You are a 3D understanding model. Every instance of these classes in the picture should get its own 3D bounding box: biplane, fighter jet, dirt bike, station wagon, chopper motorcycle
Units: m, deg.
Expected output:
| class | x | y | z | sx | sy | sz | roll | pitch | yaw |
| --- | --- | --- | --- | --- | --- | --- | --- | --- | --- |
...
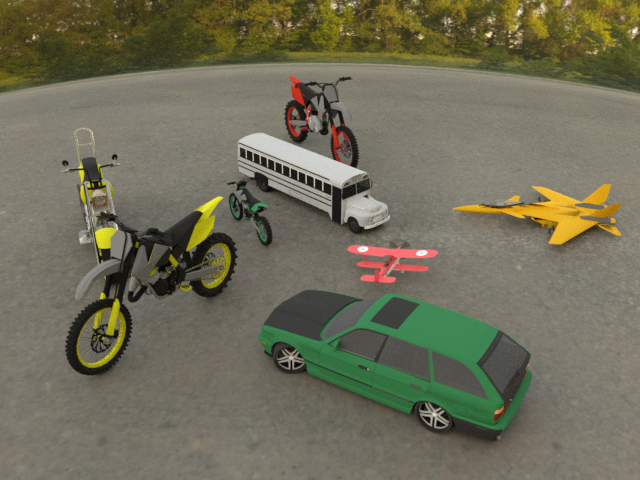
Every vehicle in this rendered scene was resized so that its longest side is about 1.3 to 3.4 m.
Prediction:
| class | x | y | z | sx | sy | sz | roll | pitch | yaw |
| --- | --- | --- | --- | --- | --- | --- | --- | --- | --- |
| biplane | 0.953 | 0.353 | 9.927 | 1.336 | 0.504 | 1.090 | 12 | 30 | 21 |
| fighter jet | 3.554 | -0.588 | 11.651 | 2.640 | 0.557 | 2.229 | 4 | 28 | 7 |
| dirt bike | -0.004 | -2.466 | 14.018 | 1.024 | 1.666 | 2.903 | -15 | 31 | -25 |
| station wagon | 0.770 | 1.171 | 7.935 | 3.105 | 0.920 | 1.327 | 16 | 32 | 28 |
| dirt bike | -1.976 | 0.399 | 8.596 | 1.024 | 1.666 | 2.903 | 17 | 32 | 28 |
| chopper motorcycle | -3.390 | -0.589 | 10.666 | 0.906 | 1.480 | 3.040 | -10 | 30 | -19 |
| dirt bike | -1.144 | -0.518 | 11.198 | 0.527 | 0.857 | 1.493 | -16 | 32 | -27 |

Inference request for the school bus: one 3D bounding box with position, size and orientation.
| class | x | y | z | sx | sy | sz | roll | pitch | yaw |
| --- | --- | --- | --- | --- | --- | --- | --- | --- | --- |
| school bus | -0.171 | -1.049 | 12.216 | 0.709 | 0.844 | 3.322 | -24 | 36 | -37 |
